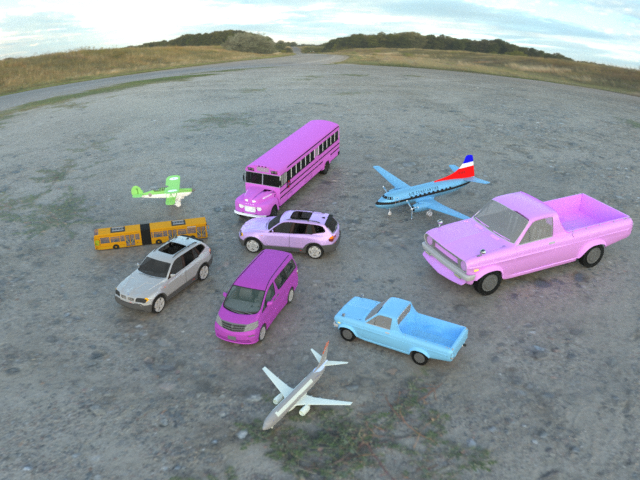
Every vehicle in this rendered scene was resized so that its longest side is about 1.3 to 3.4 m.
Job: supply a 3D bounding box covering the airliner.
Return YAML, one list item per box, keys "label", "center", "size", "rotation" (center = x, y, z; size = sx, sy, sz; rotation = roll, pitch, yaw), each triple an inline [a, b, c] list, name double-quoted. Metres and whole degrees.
- label: "airliner"
  center: [-0.234, 1.575, 7.581]
  size: [1.161, 0.429, 1.307]
  rotation: [16, 31, 28]

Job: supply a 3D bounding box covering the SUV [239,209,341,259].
- label: "SUV"
  center: [-0.463, -0.146, 10.767]
  size: [1.572, 0.580, 0.656]
  rotation: [5, 28, 10]

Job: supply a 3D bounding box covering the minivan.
- label: "minivan"
  center: [-0.805, 0.713, 9.056]
  size: [0.681, 0.616, 1.548]
  rotation: [9, 29, 18]

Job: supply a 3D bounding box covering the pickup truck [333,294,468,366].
- label: "pickup truck"
  center: [0.970, 1.039, 8.535]
  size: [1.603, 0.511, 0.640]
  rotation: [15, 31, 26]

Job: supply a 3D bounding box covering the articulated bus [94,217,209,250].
- label: "articulated bus"
  center: [-2.635, -0.102, 11.002]
  size: [1.749, 0.289, 0.311]
  rotation: [-7, 28, -13]

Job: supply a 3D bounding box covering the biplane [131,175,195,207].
- label: "biplane"
  center: [-2.714, -0.827, 12.176]
  size: [1.090, 0.504, 1.336]
  rotation: [-5, 28, -9]

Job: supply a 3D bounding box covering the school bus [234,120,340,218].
- label: "school bus"
  center: [-0.539, -1.324, 12.773]
  size: [0.709, 0.844, 3.322]
  rotation: [11, 29, 20]

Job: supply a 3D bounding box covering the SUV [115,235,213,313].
- label: "SUV"
  center: [-2.133, 0.430, 9.644]
  size: [0.656, 0.580, 1.572]
  rotation: [14, 30, 25]

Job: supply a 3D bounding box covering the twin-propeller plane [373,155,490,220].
- label: "twin-propeller plane"
  center: [1.850, -0.945, 12.091]
  size: [2.129, 0.792, 2.663]
  rotation: [-15, 31, -26]

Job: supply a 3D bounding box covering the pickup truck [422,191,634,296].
- label: "pickup truck"
  center: [3.067, -0.126, 10.277]
  size: [3.117, 0.993, 1.244]
  rotation: [-12, 30, -22]
